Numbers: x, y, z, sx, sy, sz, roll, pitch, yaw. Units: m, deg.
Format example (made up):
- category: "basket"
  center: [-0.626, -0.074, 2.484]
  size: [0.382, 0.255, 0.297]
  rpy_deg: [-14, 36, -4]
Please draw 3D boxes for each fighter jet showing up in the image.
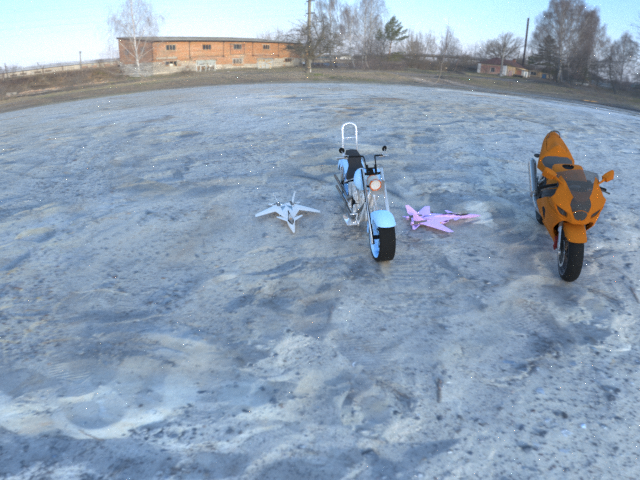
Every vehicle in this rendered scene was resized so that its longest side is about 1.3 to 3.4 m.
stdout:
- category: "fighter jet"
  center: [-0.543, -0.482, 12.157]
  size: [1.147, 0.286, 1.358]
  rpy_deg: [-4, 25, -9]
- category: "fighter jet"
  center: [2.154, -0.444, 12.076]
  size: [1.358, 0.286, 1.147]
  rpy_deg: [-5, 26, -11]

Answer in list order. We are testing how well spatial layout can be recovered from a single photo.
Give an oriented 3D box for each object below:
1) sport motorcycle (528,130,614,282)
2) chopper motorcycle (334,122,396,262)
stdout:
- category: "sport motorcycle"
  center: [3.750, -0.601, 10.868]
  size: [0.983, 1.596, 2.955]
  rpy_deg: [3, 25, 7]
- category: "chopper motorcycle"
  center: [0.745, -0.862, 11.562]
  size: [0.906, 1.480, 3.040]
  rpy_deg: [-4, 25, -9]
